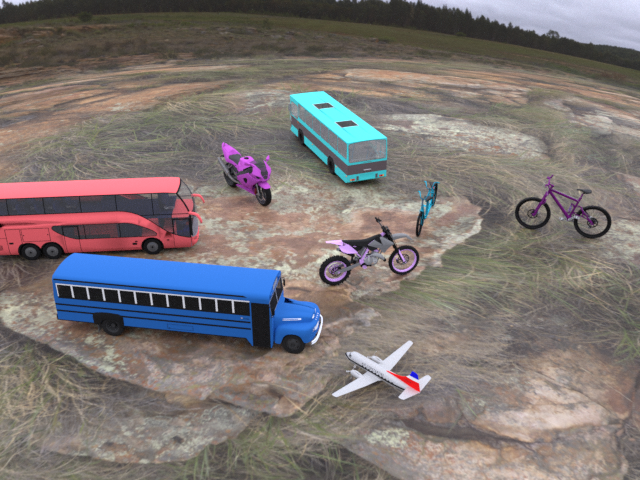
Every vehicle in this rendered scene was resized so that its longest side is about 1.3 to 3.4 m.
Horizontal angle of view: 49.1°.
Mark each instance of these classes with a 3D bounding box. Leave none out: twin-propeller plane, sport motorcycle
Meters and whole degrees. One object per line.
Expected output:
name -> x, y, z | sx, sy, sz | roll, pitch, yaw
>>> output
twin-propeller plane -> 0.692, 1.455, 7.904 | 1.095, 0.407, 1.370 | 24, 37, 38
sport motorcycle -> -1.308, -1.176, 12.409 | 0.506, 0.821, 1.520 | -19, 34, -32

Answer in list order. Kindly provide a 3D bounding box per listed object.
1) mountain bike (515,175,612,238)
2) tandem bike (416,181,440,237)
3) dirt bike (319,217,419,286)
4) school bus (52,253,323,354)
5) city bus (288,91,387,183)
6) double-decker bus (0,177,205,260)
mountain bike -> 3.858, -0.495, 11.080 | 1.469, 0.868, 0.573 | 10, 30, 18
tandem bike -> 1.782, -0.642, 11.554 | 0.283, 0.682, 1.642 | 9, 29, 17
dirt bike -> 0.706, 0.184, 9.814 | 1.493, 0.857, 0.527 | -8, 29, -14
school bus -> -1.625, 0.757, 8.752 | 3.322, 0.844, 0.709 | 4, 28, 8
city bus -> 0.286, -2.093, 14.055 | 0.926, 0.894, 3.255 | -10, 30, -18
double-decker bus -> -3.405, -0.352, 10.615 | 3.251, 1.052, 0.756 | -3, 28, -5
